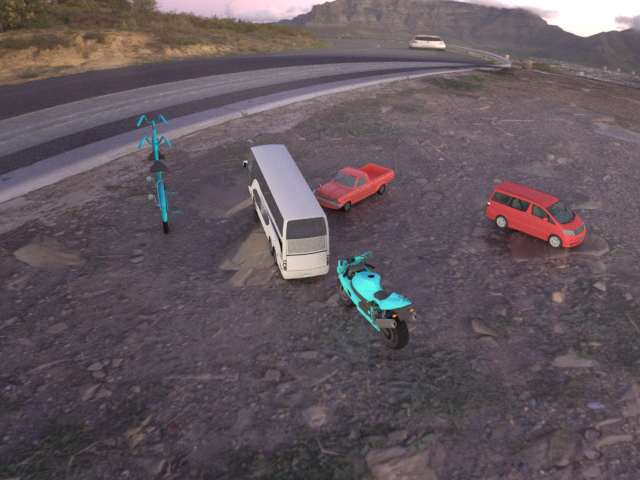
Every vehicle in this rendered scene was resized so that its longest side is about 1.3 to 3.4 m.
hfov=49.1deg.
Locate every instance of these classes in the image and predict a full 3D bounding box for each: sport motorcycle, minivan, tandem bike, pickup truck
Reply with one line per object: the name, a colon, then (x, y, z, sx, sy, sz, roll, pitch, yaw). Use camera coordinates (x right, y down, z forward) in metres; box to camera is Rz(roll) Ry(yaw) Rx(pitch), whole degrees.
sport motorcycle: (0.640, 0.724, 8.683, 0.506, 0.821, 1.520, -15, 32, -26)
minivan: (3.410, -0.413, 11.019, 1.548, 0.616, 0.681, 25, 37, 38)
tandem bike: (-2.733, -1.239, 11.808, 0.550, 1.326, 3.192, -7, 29, -12)
pickup truck: (0.614, -0.990, 12.206, 0.640, 0.511, 1.603, 23, 36, 36)

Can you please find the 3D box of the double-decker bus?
double-decker bus: (-0.571, -0.567, 10.846, 0.756, 1.052, 3.251, -7, 29, -12)
